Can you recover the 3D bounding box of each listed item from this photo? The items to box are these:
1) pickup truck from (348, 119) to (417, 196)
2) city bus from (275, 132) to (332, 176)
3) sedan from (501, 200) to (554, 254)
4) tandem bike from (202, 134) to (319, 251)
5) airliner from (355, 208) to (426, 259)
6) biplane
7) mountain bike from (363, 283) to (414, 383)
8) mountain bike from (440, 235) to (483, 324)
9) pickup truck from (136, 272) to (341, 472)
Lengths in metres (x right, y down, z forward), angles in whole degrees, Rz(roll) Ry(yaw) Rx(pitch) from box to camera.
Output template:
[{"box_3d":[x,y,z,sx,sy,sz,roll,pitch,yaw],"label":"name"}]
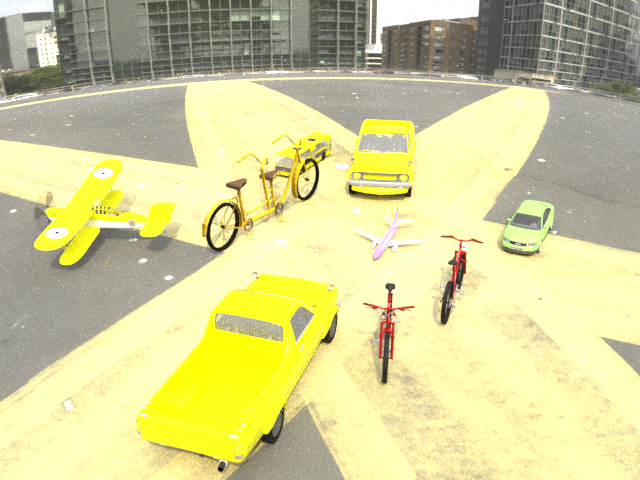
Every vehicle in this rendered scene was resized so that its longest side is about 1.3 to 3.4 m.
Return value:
[{"box_3d":[1.263,-1.777,13.722,1.244,0.993,3.117,3,26,7],"label":"pickup truck"},{"box_3d":[-0.312,-1.730,14.231,0.476,0.460,1.674,13,29,24],"label":"city bus"},{"box_3d":[3.356,-0.269,11.238,0.635,0.483,1.613,13,29,24],"label":"sedan"},{"box_3d":[-0.886,-0.875,11.514,0.550,1.326,3.192,16,30,29],"label":"tandem bike"},{"box_3d":[1.054,-0.105,10.964,1.161,0.429,1.307,10,28,19],"label":"airliner"},{"box_3d":[-3.324,-0.333,10.804,2.120,0.981,2.598,3,26,7],"label":"biplane"},{"box_3d":[0.799,0.995,8.236,0.573,0.868,1.469,3,26,7],"label":"mountain bike"},{"box_3d":[1.795,0.476,9.290,0.573,0.868,1.469,9,28,18],"label":"mountain bike"},{"box_3d":[-0.735,1.187,7.705,1.244,0.993,3.117,8,27,17],"label":"pickup truck"}]
